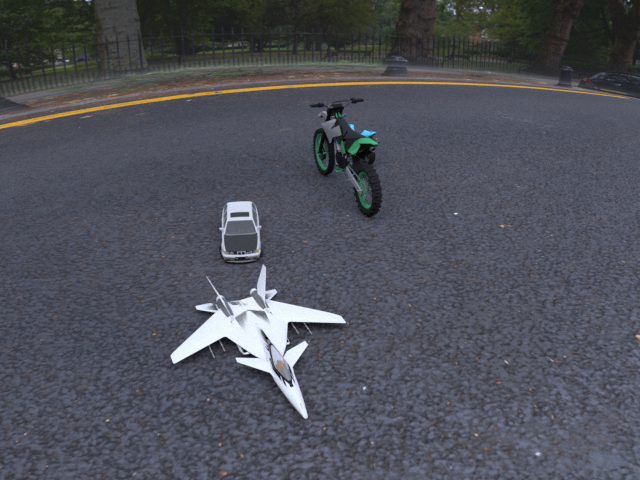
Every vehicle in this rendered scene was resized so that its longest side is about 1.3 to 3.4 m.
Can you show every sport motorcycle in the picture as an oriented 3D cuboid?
[{"bbox_3d":[0.604,-2.057,14.424,0.506,0.821,1.520,-22,34,-36],"label":"sport motorcycle"}]

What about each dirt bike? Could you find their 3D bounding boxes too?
[{"bbox_3d":[0.427,-1.622,12.663,1.024,1.666,2.903,-10,29,-19],"label":"dirt bike"}]

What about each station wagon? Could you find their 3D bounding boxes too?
[{"bbox_3d":[-1.269,-0.181,11.176,0.682,0.473,1.597,-3,28,-6],"label":"station wagon"}]

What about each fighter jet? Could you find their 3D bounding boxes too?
[{"bbox_3d":[-0.648,1.184,8.444,2.229,0.557,2.640,-11,29,-20],"label":"fighter jet"}]
